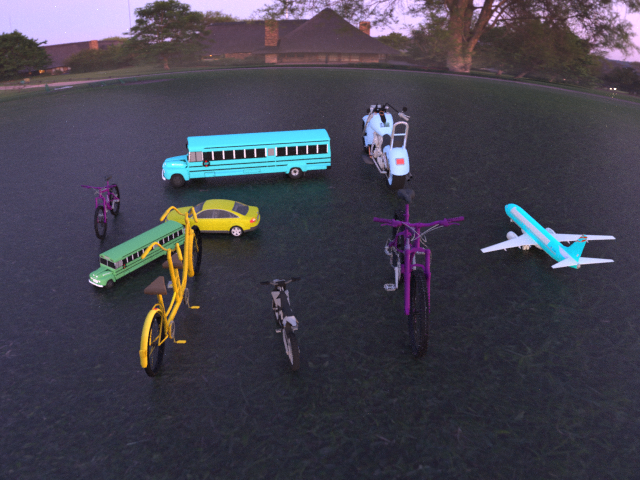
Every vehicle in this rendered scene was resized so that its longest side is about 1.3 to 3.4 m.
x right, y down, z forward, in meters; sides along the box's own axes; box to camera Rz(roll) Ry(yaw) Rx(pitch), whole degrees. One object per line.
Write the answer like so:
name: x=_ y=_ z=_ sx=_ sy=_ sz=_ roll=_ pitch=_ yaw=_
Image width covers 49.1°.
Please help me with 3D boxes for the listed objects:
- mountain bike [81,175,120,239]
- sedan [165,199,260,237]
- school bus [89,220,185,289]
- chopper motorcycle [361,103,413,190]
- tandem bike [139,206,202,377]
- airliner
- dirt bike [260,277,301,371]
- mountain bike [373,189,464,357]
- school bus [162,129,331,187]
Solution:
mountain bike: x=-3.642 y=-0.639 z=11.931 sx=0.573 sy=0.868 sz=1.469 roll=0 pitch=28 yaw=-1
sedan: x=-1.832 y=-0.411 z=11.909 sx=1.613 sy=0.483 sz=0.635 roll=1 pitch=28 yaw=2
school bus: x=-2.808 y=0.207 z=10.791 sx=0.365 sy=0.434 sz=1.708 roll=18 pitch=33 yaw=31
chopper motorcycle: x=1.265 y=-2.090 z=14.027 sx=0.906 sy=1.480 sz=3.040 roll=-4 pitch=28 yaw=-7
tandem bike: x=-1.944 y=0.486 z=9.305 sx=0.550 sy=1.326 sz=3.192 roll=1 pitch=28 yaw=3
airliner: x=3.552 y=-0.230 z=11.190 sx=2.257 sy=0.835 sz=2.541 roll=-5 pitch=28 yaw=-10
dirt bike: x=-0.460 y=0.956 z=8.916 sx=0.527 sy=0.857 sz=1.493 roll=-6 pitch=28 yaw=-12
mountain bike: x=1.194 y=0.236 z=9.391 sx=1.114 sy=1.688 sz=2.857 roll=-1 pitch=28 yaw=-1
school bus: x=-1.462 y=-1.655 z=13.883 sx=3.322 sy=0.844 sz=0.709 roll=-5 pitch=28 yaw=-9
